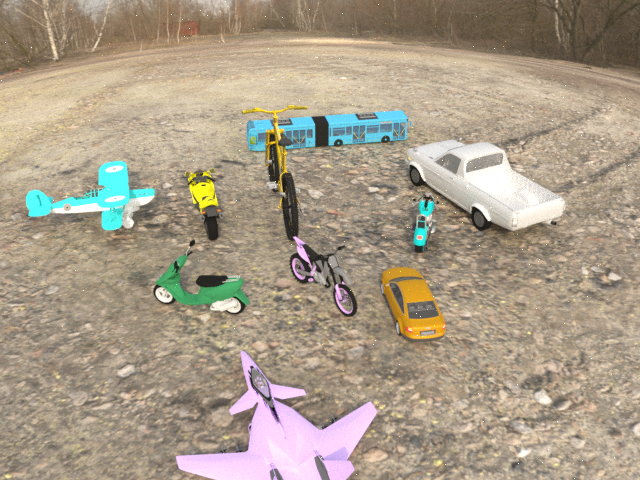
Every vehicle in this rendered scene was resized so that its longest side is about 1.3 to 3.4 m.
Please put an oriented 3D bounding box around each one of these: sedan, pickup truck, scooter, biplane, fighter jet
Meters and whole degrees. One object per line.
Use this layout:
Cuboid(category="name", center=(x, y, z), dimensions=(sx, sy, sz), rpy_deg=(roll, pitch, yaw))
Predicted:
Cuboid(category="sedan", center=(1.248, 0.787, 9.541), dimensions=(0.635, 0.483, 1.613), rpy_deg=(-4, 31, -8))
Cuboid(category="pickup truck", center=(2.774, -1.084, 12.197), dimensions=(1.244, 0.993, 3.117), rpy_deg=(-15, 34, -24))
Cuboid(category="scooter", center=(-1.646, 0.560, 9.497), dimensions=(1.399, 0.919, 0.662), rpy_deg=(7, 31, 12))
Cuboid(category="biplane", center=(-3.670, -0.655, 11.485), dimensions=(2.120, 0.981, 2.598), rpy_deg=(-8, 32, -14))
Cuboid(category="fighter jet", center=(-0.503, 1.871, 7.641), dimensions=(2.229, 0.557, 2.640), rpy_deg=(-11, 32, -18))

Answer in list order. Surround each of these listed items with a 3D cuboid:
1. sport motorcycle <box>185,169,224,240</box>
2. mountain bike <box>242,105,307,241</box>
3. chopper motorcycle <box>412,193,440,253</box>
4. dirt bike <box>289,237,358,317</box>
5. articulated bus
Cuboid(category="sport motorcycle", center=(-1.894, -0.620, 11.583), dimensions=(0.506, 0.821, 1.520), rpy_deg=(-9, 32, -15))
Cuboid(category="mountain bike", center=(-0.658, -1.236, 11.771), dimensions=(1.114, 1.688, 2.857), rpy_deg=(-6, 31, -10))
Cuboid(category="chopper motorcycle", center=(1.697, -0.403, 11.277), dimensions=(0.466, 0.761, 1.563), rpy_deg=(7, 31, 12))
Cuboid(category="dirt bike", center=(0.034, 0.449, 9.745), dimensions=(0.527, 0.857, 1.493), rpy_deg=(-21, 37, -32))
Cuboid(category="articulated bus", center=(0.185, -2.286, 14.648), dimensions=(3.401, 0.561, 0.605), rpy_deg=(-6, 31, -9))
